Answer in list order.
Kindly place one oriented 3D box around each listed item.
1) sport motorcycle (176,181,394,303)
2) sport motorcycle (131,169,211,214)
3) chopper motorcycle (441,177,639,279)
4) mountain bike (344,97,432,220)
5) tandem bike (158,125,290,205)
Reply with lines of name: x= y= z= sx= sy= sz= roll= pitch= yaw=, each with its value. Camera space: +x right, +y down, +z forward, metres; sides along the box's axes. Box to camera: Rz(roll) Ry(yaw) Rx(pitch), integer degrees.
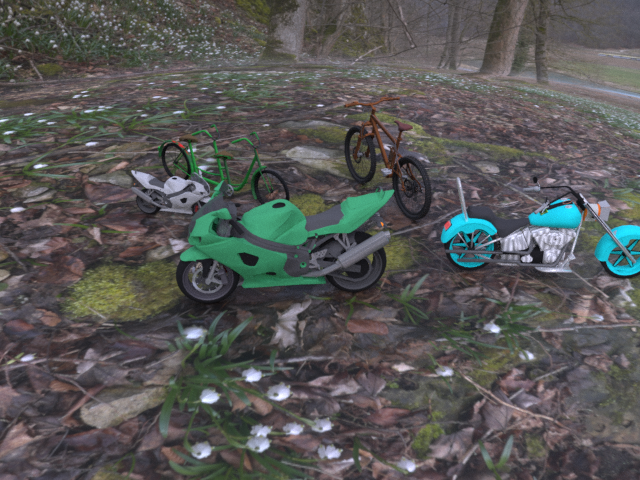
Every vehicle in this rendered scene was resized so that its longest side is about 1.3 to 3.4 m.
sport motorcycle: x=-0.473 y=0.067 z=9.423 sx=2.955 sy=1.596 sz=0.983 roll=-4 pitch=28 yaw=-8
sport motorcycle: x=-2.468 y=-0.763 z=11.863 sx=1.520 sy=0.821 sz=0.506 roll=8 pitch=28 yaw=14
chopper motorcycle: x=3.279 y=-0.169 z=10.003 sx=3.040 sy=1.480 sz=0.906 roll=1 pitch=27 yaw=2
mountain bike: x=1.150 y=-1.506 z=12.353 sx=1.114 sy=1.688 sz=2.857 roll=-13 pitch=30 yaw=-23
tandem bike: x=-1.806 y=-1.404 z=12.550 sx=3.192 sy=1.326 sz=0.550 roll=19 pitch=33 yaw=32
